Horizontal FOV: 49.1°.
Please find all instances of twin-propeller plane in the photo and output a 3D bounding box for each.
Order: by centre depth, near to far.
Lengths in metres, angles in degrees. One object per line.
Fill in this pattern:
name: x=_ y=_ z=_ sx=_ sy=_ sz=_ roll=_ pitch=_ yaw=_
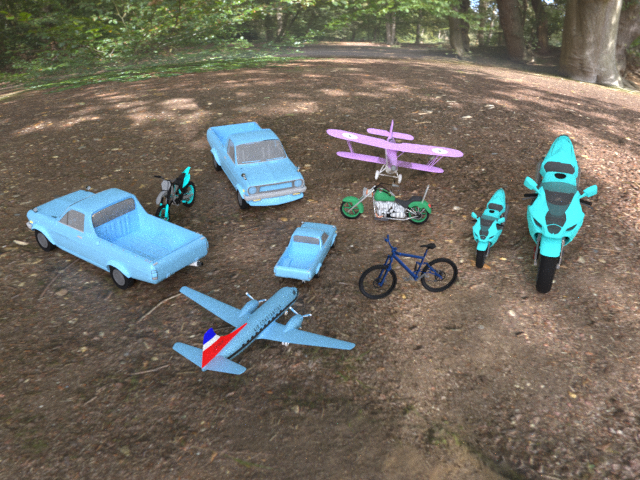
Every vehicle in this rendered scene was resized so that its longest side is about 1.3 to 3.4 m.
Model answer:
twin-propeller plane: x=-0.840 y=1.006 z=8.870 sx=2.663 sy=0.792 sz=2.129 roll=15 pitch=32 yaw=26

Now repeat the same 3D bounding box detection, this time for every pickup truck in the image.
pickup truck: x=-0.197 y=0.123 z=10.767 sx=0.640 sy=0.511 sz=1.603 roll=8 pitch=30 yaw=13
pickup truck: x=-3.186 y=-0.163 z=10.788 sx=3.117 sy=0.993 sz=1.244 roll=20 pitch=34 yaw=31
pickup truck: x=-1.292 y=-1.600 z=13.400 sx=1.244 sy=0.993 sz=3.117 roll=-10 pitch=30 yaw=-18

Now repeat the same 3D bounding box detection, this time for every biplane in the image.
biplane: x=1.441 y=-1.750 z=13.687 sx=2.598 sy=0.981 sz=2.120 roll=2 pitch=29 yaw=3

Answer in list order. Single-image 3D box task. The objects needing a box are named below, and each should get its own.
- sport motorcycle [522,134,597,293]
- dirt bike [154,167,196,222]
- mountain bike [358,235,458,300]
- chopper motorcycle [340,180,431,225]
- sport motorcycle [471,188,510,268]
sport motorcycle: x=3.580 y=-0.465 z=10.711 sx=0.983 sy=1.596 sz=2.955 roll=9 pitch=30 yaw=16
dirt bike: x=-2.481 y=-0.754 z=12.003 sx=0.527 sy=0.857 sz=1.493 roll=8 pitch=30 yaw=14
mountain bike: x=1.260 y=0.412 z=9.872 sx=1.469 sy=0.868 sz=0.573 roll=-6 pitch=29 yaw=-10
chopper motorcycle: x=1.119 y=-0.654 z=11.922 sx=1.563 sy=0.761 sz=0.466 roll=6 pitch=29 yaw=11
sport motorcycle: x=2.675 y=-0.192 z=11.018 sx=0.506 sy=0.821 sz=1.520 roll=11 pitch=31 yaw=20
